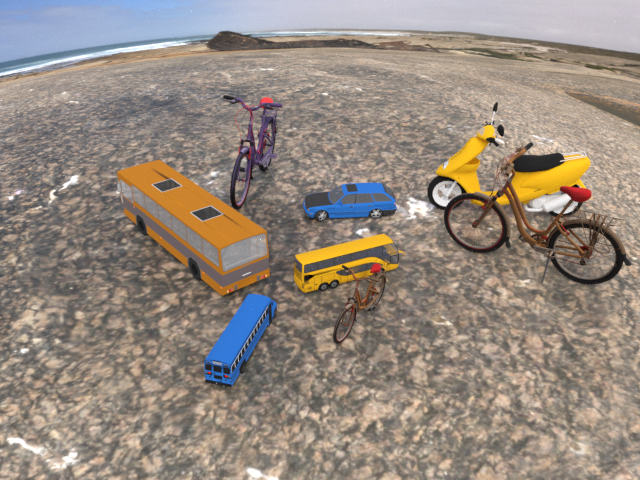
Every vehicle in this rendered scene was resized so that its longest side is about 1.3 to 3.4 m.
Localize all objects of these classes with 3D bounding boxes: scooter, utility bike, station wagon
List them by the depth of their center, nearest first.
[{"bbox_3d":[0.599,0.725,9.156,0.535,0.946,1.435,17,34,27],"label":"utility bike"},{"bbox_3d":[3.072,-0.316,10.066,2.791,1.839,1.039,17,34,27],"label":"utility bike"},{"bbox_3d":[3.212,-1.243,11.727,2.721,1.786,1.288,4,30,7],"label":"scooter"},{"bbox_3d":[0.506,-0.691,12.083,1.597,0.473,0.682,-3,30,-5],"label":"station wagon"},{"bbox_3d":[-1.076,-1.795,12.632,1.039,1.839,2.791,6,31,10],"label":"utility bike"}]

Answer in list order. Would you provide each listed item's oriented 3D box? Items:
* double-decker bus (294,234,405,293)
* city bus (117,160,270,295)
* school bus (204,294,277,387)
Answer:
[{"bbox_3d":[0.424,0.325,10.255,1.672,0.541,0.389,-13,33,-22],"label":"double-decker bus"},{"bbox_3d":[-2.047,-0.248,10.895,0.926,0.894,3.255,-22,36,-33],"label":"city bus"},{"bbox_3d":[-0.960,1.180,8.879,0.365,0.434,1.708,8,31,14],"label":"school bus"}]
